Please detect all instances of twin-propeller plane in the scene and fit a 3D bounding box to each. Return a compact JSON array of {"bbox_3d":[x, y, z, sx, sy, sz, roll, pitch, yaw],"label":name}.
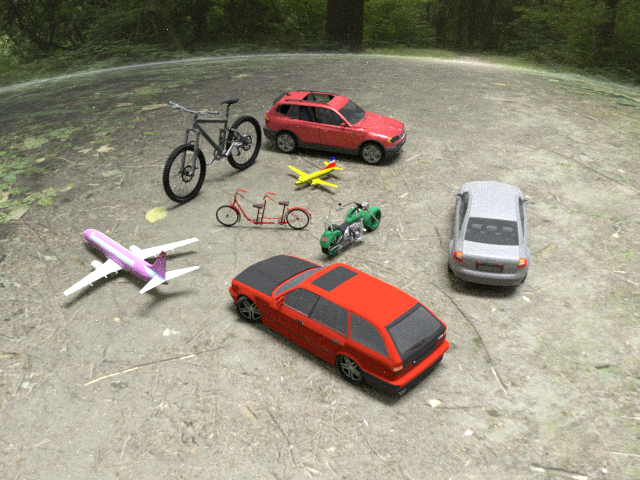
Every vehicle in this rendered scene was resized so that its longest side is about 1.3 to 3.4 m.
[{"bbox_3d":[-0.078,-1.289,13.498,1.095,0.407,1.370,-25,38,-37],"label":"twin-propeller plane"}]

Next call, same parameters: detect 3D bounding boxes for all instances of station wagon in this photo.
[{"bbox_3d":[0.137,0.851,9.153,3.105,0.920,1.327,24,37,36],"label":"station wagon"}]

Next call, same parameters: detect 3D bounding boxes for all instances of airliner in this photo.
[{"bbox_3d":[-2.967,0.111,10.562,2.257,0.835,2.541,-26,38,-38],"label":"airliner"}]

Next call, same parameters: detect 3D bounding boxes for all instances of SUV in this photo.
[{"bbox_3d":[0.309,-2.459,14.850,3.058,1.128,1.276,10,31,17],"label":"SUV"}]

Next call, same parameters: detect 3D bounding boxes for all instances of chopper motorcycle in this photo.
[{"bbox_3d":[0.528,-0.292,11.356,0.466,0.761,1.563,21,35,32],"label":"chopper motorcycle"}]

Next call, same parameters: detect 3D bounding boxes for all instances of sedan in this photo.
[{"bbox_3d":[2.731,-0.321,11.226,1.235,0.940,3.137,6,30,11],"label":"sedan"}]

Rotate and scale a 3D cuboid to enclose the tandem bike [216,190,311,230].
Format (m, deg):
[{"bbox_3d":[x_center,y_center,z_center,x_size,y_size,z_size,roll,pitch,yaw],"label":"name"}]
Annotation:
[{"bbox_3d":[-0.960,-0.502,11.812,1.642,0.682,0.283,3,29,5],"label":"tandem bike"}]

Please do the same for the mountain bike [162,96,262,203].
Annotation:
[{"bbox_3d":[-1.978,-1.831,13.155,1.114,1.688,2.857,17,33,27],"label":"mountain bike"}]
